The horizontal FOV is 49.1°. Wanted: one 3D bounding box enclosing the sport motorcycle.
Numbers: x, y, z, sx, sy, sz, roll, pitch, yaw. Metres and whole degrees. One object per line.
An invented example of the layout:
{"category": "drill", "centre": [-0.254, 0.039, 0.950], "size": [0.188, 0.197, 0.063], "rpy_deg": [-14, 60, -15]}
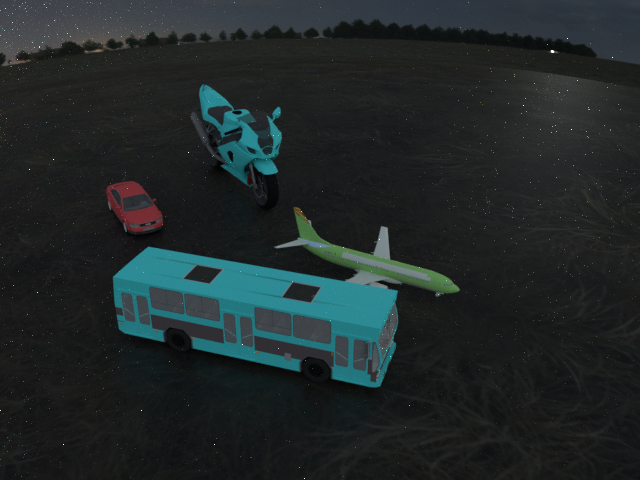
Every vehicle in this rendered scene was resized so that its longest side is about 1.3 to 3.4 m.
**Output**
{"category": "sport motorcycle", "centre": [-1.447, -1.683, 12.270], "size": [0.983, 1.596, 2.955], "rpy_deg": [-15, 31, -26]}

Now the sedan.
{"category": "sedan", "centre": [-3.030, -0.584, 11.385], "size": [0.635, 0.483, 1.613], "rpy_deg": [-15, 31, -26]}

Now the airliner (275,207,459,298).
{"category": "airliner", "centre": [0.706, 0.171, 9.588], "size": [2.541, 0.835, 2.257], "rpy_deg": [14, 31, 25]}

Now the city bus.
{"category": "city bus", "centre": [-0.768, 0.886, 8.177], "size": [3.255, 0.894, 0.926], "rpy_deg": [9, 29, 17]}
